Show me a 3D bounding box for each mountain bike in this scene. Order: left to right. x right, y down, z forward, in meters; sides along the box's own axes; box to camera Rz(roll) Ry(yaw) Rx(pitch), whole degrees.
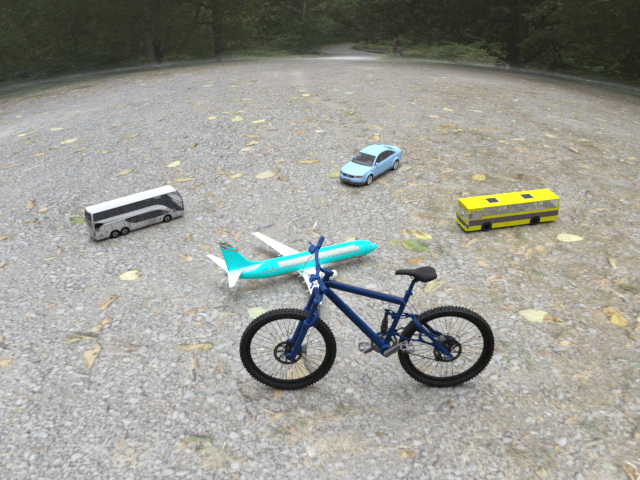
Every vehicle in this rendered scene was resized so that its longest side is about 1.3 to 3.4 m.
[{"bbox_3d":[0.529,0.952,7.705,2.857,1.688,1.114,-1,28,-1],"label":"mountain bike"}]

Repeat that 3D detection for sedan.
[{"bbox_3d":[0.984,-1.512,13.529,0.635,0.483,1.613,20,34,32],"label":"sedan"}]

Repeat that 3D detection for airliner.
[{"bbox_3d":[-0.264,0.147,10.091,2.541,0.835,2.257,-13,31,-23],"label":"airliner"}]

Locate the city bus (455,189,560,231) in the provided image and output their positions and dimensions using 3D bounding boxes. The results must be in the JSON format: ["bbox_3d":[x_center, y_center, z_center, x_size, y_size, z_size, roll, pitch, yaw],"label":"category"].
[{"bbox_3d":[3.120,-0.486,11.656,1.674,0.460,0.476,-7,29,-13],"label":"city bus"}]

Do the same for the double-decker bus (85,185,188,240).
[{"bbox_3d":[-3.006,-0.470,11.541,1.672,0.541,0.389,-20,34,-32],"label":"double-decker bus"}]
